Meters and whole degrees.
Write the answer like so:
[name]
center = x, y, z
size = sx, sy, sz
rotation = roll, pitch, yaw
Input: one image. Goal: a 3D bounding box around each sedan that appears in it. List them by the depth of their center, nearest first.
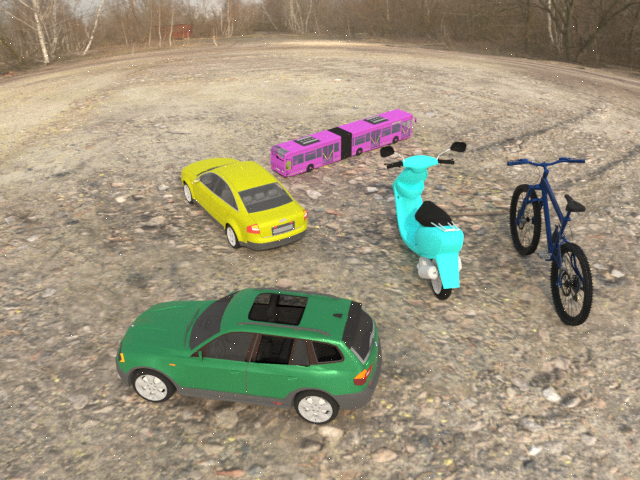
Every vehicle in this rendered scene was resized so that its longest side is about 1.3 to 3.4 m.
[sedan]
center = -1.353, -0.809, 11.670
size = 1.235, 0.940, 3.137
rotation = -17, 34, -27

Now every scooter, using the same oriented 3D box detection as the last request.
[scooter]
center = 1.532, -0.443, 10.197
size = 1.288, 1.786, 2.721
rotation = -5, 30, -8

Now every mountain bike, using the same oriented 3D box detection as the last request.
[mountain bike]
center = 3.200, -0.126, 9.749
size = 1.114, 1.688, 2.857
rotation = -2, 30, -4

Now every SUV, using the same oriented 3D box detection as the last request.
[SUV]
center = -0.813, 1.180, 8.056
size = 3.058, 1.128, 1.276
rotation = 5, 31, 9

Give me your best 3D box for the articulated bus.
[articulated bus]
center = 0.526, -1.986, 14.076
size = 3.401, 0.561, 0.605
rotation = -22, 37, -33
